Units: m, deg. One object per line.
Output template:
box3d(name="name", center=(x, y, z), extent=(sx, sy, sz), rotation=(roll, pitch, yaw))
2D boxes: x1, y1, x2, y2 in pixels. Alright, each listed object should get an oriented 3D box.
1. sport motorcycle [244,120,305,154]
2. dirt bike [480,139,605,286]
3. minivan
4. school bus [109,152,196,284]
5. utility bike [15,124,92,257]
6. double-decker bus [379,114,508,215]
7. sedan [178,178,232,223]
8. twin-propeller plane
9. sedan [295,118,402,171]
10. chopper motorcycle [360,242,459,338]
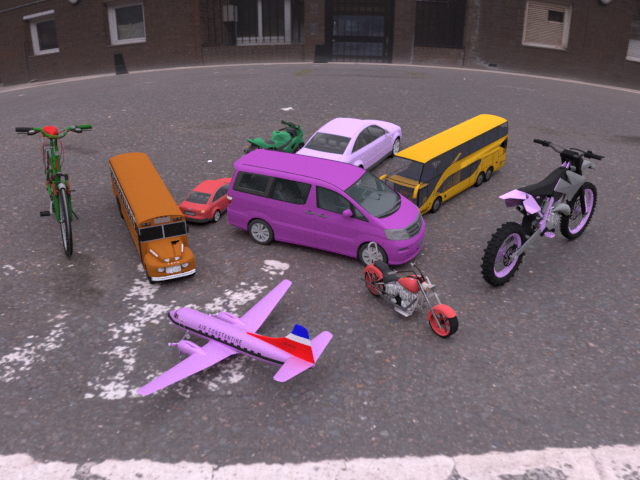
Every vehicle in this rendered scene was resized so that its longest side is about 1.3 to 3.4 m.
box3d(name="sport motorcycle", center=(-0.815, -1.756, 13.349), extent=(0.506, 0.821, 1.520), rotation=(22, 34, 36))
box3d(name="dirt bike", center=(3.213, -0.464, 9.914), extent=(2.903, 1.666, 1.024), rotation=(-23, 35, -38))
box3d(name="minivan", center=(0.095, -0.524, 10.545), extent=(3.011, 1.197, 1.324), rotation=(12, 30, 22))
box3d(name="school bus", center=(-2.619, -0.419, 10.726), extent=(0.709, 0.844, 3.322), rotation=(-11, 29, -21))
box3d(name="utility bike", center=(-3.981, -1.008, 10.784), extent=(1.039, 1.839, 2.791), rotation=(-12, 29, -21))
box3d(name="double-decker bus", center=(2.250, -1.319, 12.248), extent=(0.756, 1.052, 3.251), rotation=(21, 34, 35))
box3d(name="sedan", center=(-1.775, -0.754, 11.770), extent=(0.635, 0.483, 1.613), rotation=(11, 29, 20))
box3d(name="twin-propeller plane", center=(-0.953, 1.035, 7.958), extent=(2.129, 0.792, 2.663), rotation=(16, 31, 28))
box3d(name="sedan", center=(0.601, -1.850, 13.402), extent=(1.235, 0.940, 3.137), rotation=(14, 30, 25))
box3d(name="chopper motorcycle", center=(1.117, 0.613, 8.811), extent=(0.466, 0.761, 1.563), rotation=(-21, 34, -34))
